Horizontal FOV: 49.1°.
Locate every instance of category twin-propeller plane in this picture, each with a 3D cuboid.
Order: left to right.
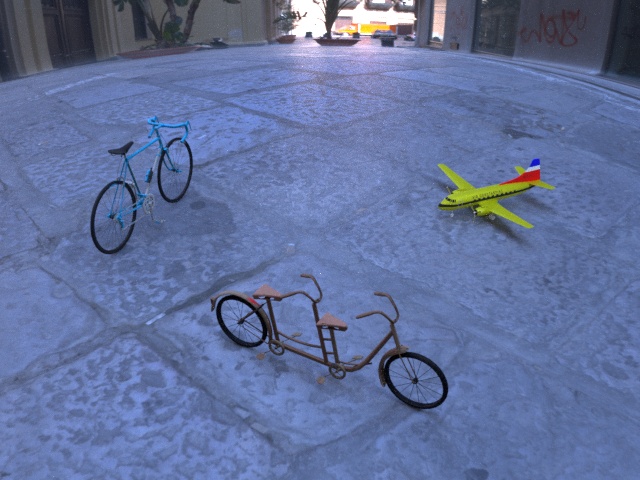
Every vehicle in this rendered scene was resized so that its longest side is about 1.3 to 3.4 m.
[{"bbox_3d":[2.963,-0.895,12.111,2.129,0.792,2.663,-13,33,-21],"label":"twin-propeller plane"}]

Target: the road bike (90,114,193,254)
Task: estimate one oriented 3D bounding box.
[{"bbox_3d":[-2.854,-1.000,11.435,0.696,1.656,3.004,11,32,17],"label":"road bike"}]

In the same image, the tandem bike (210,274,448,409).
[{"bbox_3d":[0.011,1.062,8.242,3.192,1.326,0.550,15,34,24],"label":"tandem bike"}]
